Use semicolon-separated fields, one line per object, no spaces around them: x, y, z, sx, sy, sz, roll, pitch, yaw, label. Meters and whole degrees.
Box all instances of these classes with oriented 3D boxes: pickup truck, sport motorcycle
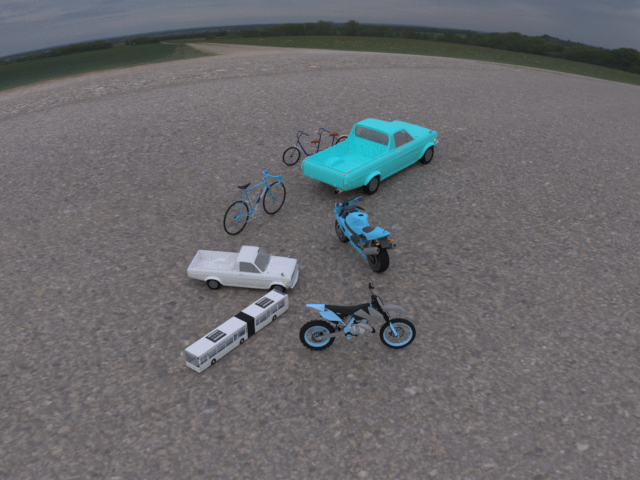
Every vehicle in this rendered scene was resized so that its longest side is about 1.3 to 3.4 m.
-1.127;0.395;10.325;1.603;0.511;0.640;4;30;8;pickup truck
0.642;-0.105;10.889;0.506;0.821;1.520;-15;33;-25;sport motorcycle
1.042;-1.747;13.599;1.244;0.993;3.117;23;37;35;pickup truck

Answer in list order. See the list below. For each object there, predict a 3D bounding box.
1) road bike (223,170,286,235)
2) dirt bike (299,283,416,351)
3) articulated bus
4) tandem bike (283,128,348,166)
-1.087;-0.657;11.827;0.358;0.852;1.545;21;36;33;road bike
0.481;1.035;8.851;1.493;0.857;0.527;-1;30;-1;dirt bike
-1.063;1.163;9.202;0.311;0.289;1.749;21;36;32;articulated bus
-0.032;-1.953;14.274;1.642;0.682;0.283;-16;33;-25;tandem bike
